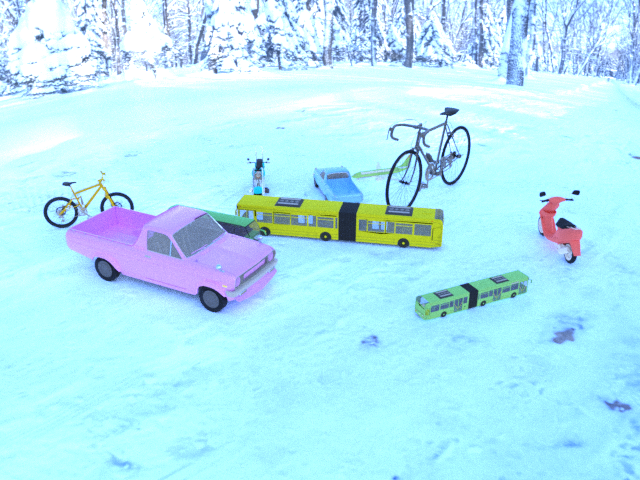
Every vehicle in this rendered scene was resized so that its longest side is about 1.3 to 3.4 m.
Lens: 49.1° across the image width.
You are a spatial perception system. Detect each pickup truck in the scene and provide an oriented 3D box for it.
[{"bbox_3d":[-2.172,0.079,10.113,3.117,0.993,1.244,13,28,25],"label":"pickup truck"},{"bbox_3d":[0.320,-1.055,13.049,0.640,0.511,1.603,-6,26,-12],"label":"pickup truck"}]

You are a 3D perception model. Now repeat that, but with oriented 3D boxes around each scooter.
[{"bbox_3d":[3.753,-0.279,10.949,0.662,0.919,1.399,-3,26,-6],"label":"scooter"}]

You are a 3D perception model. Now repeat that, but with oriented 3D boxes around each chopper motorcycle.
[{"bbox_3d":[-1.139,-1.173,13.006,0.466,0.761,1.563,-1,26,-3],"label":"chopper motorcycle"}]

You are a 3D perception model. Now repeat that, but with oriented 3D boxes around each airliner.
[{"bbox_3d":[1.239,-1.444,13.958,1.307,0.429,1.161,-8,27,-16],"label":"airliner"}]

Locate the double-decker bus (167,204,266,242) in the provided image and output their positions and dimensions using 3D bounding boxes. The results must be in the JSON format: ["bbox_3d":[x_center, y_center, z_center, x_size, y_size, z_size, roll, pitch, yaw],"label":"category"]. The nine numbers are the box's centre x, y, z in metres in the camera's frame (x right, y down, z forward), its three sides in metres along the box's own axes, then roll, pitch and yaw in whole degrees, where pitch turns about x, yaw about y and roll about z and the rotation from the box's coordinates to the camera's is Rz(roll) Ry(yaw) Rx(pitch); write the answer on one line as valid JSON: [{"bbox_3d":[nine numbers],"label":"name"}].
[{"bbox_3d":[-1.677,-0.160,11.139,1.672,0.541,0.389,11,28,22],"label":"double-decker bus"}]

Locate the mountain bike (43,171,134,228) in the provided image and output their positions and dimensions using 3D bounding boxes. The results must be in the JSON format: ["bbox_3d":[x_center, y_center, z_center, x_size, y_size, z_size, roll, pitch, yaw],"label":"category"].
[{"bbox_3d":[-3.903,-0.646,11.776,1.469,0.868,0.573,-6,26,-12],"label":"mountain bike"}]

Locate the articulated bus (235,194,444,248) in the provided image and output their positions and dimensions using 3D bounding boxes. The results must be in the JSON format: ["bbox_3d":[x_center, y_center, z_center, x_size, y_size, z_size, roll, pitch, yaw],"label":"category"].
[{"bbox_3d":[0.293,-0.316,11.443,3.401,0.561,0.605,5,26,10],"label":"articulated bus"}]

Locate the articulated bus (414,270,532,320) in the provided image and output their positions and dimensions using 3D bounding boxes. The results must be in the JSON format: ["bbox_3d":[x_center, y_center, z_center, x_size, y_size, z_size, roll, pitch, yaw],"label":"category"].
[{"bbox_3d":[2.097,0.742,9.542,1.749,0.289,0.311,-12,28,-23],"label":"articulated bus"}]

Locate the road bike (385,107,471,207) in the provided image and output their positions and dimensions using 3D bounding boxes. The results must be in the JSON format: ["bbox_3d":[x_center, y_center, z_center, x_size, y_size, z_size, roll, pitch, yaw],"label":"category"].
[{"bbox_3d":[2.041,-1.533,12.721,0.697,1.656,3.004,19,31,34],"label":"road bike"}]
